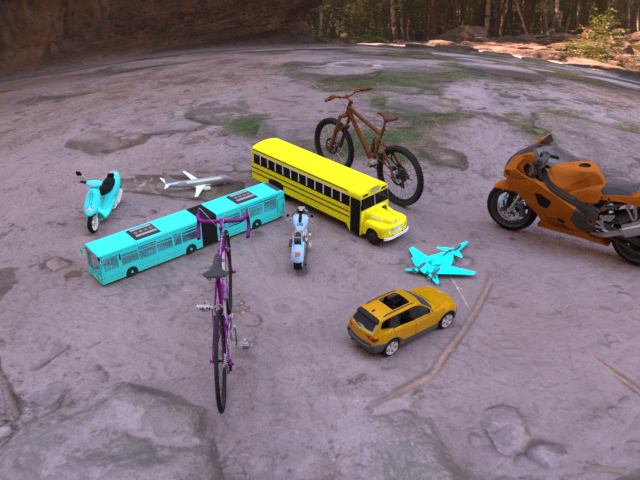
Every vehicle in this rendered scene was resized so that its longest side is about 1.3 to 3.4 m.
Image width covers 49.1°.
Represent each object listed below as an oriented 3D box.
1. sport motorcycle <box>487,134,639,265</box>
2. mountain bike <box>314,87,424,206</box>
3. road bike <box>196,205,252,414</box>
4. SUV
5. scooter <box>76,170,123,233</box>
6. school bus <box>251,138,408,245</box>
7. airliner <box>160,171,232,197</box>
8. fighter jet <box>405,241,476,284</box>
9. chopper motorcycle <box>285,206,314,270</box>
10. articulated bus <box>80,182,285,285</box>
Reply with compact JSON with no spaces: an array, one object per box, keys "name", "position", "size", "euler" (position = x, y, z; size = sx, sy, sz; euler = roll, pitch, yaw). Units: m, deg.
[{"name":"sport motorcycle","position":[4.056,-0.601,10.843],"size":[2.955,1.596,0.983],"euler":[18,35,27]},{"name":"mountain bike","position":[0.834,-1.725,12.680],"size":[1.114,1.688,2.857],"euler":[-23,37,-33]},{"name":"road bike","position":[-1.189,0.688,8.574],"size":[0.697,1.656,3.004],"euler":[-2,30,-4]},{"name":"SUV","position":[1.099,0.960,9.175],"size":[1.572,0.580,0.656],"euler":[-20,36,-31]},{"name":"scooter","position":[-3.682,-0.797,11.852],"size":[0.662,0.919,1.399],"euler":[3,30,6]},{"name":"school bus","position":[0.112,-0.895,12.095],"size":[0.709,0.844,3.322],"euler":[-26,39,-37]},{"name":"airliner","position":[-2.273,-1.153,12.949],"size":[1.307,0.429,1.161],"euler":[-11,32,-18]},{"name":"fighter jet","position":[1.934,0.206,10.759],"size":[1.147,0.286,1.358],"euler":[24,38,34]},{"name":"chopper motorcycle","position":[-0.304,-0.160,10.916],"size":[0.466,0.761,1.563],"euler":[1,30,2]},{"name":"articulated bus","position":[-2.047,-0.169,11.131],"size":[3.401,0.561,0.605],"euler":[-23,37,-34]}]
